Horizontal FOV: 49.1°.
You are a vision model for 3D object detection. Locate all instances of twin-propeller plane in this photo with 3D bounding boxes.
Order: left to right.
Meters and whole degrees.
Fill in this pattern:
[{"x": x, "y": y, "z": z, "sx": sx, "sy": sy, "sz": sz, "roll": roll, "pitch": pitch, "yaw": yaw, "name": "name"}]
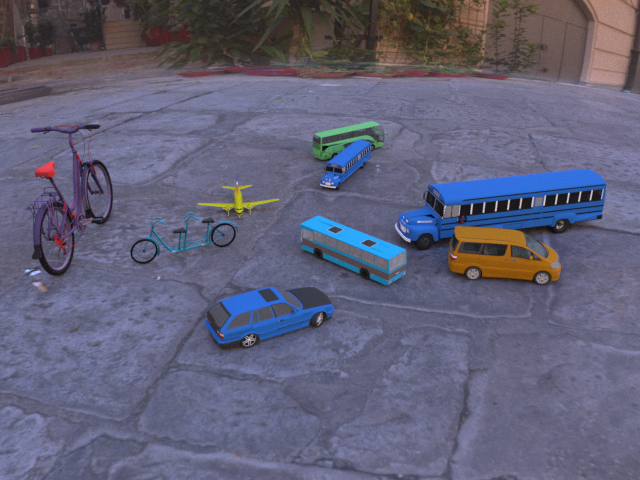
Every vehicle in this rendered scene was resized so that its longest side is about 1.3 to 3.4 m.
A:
[{"x": -1.385, "y": -0.717, "z": 11.862, "sx": 1.370, "sy": 0.407, "sz": 1.095, "roll": -4, "pitch": 27, "yaw": -7, "name": "twin-propeller plane"}]

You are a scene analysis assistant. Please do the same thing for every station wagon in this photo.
[{"x": -0.601, "y": 0.872, "z": 8.692, "sx": 1.597, "sy": 0.473, "sz": 0.682, "roll": -14, "pitch": 30, "yaw": -25, "name": "station wagon"}]

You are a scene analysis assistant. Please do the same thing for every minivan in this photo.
[{"x": 2.604, "y": 0.192, "z": 9.861, "sx": 1.548, "sy": 0.616, "sz": 0.681, "roll": 4, "pitch": 27, "yaw": 7, "name": "minivan"}]

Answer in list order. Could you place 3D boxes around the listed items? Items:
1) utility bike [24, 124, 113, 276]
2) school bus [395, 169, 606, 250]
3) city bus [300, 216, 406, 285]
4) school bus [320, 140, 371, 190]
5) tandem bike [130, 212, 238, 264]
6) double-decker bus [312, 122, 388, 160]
[{"x": -3.748, "y": -0.725, "z": 10.309, "sx": 1.039, "sy": 1.839, "sz": 2.791, "roll": 2, "pitch": 27, "yaw": 4, "name": "utility bike"}, {"x": 2.825, "y": -0.516, "z": 10.990, "sx": 3.322, "sy": 0.844, "sz": 0.709, "roll": -7, "pitch": 28, "yaw": -13, "name": "school bus"}, {"x": 0.451, "y": 0.149, "z": 10.115, "sx": 1.674, "sy": 0.460, "sz": 0.476, "roll": 23, "pitch": 35, "yaw": 37, "name": "city bus"}, {"x": 0.493, "y": -1.426, "z": 13.215, "sx": 0.365, "sy": 0.434, "sz": 1.708, "roll": 12, "pitch": 30, "yaw": 22, "name": "school bus"}, {"x": -1.988, "y": -0.081, "z": 10.321, "sx": 1.642, "sy": 0.682, "sz": 0.283, "roll": -13, "pitch": 30, "yaw": -23, "name": "tandem bike"}, {"x": 0.617, "y": -2.032, "z": 14.278, "sx": 1.672, "sy": 0.541, "sz": 0.389, "roll": -17, "pitch": 32, "yaw": -29, "name": "double-decker bus"}]
